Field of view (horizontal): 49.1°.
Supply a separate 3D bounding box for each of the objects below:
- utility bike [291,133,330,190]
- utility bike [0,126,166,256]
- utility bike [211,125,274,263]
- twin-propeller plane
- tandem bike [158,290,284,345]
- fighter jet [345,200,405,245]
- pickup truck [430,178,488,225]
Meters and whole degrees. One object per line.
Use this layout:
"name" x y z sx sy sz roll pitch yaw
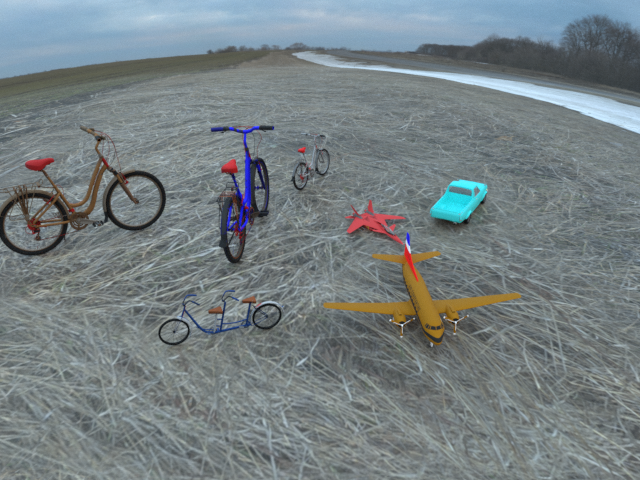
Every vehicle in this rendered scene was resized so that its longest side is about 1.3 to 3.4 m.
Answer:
"utility bike" -0.220 -1.570 13.575 0.535 0.946 1.435 15 31 26
"utility bike" -3.875 -0.833 11.179 2.791 1.839 1.039 -16 31 -28
"utility bike" -1.297 -0.871 11.254 1.039 1.839 2.791 4 28 8
"twin-propeller plane" 1.351 0.661 9.433 2.663 0.792 2.129 -3 27 -5
"tandem bike" -1.254 0.960 8.976 1.642 0.682 0.283 -8 28 -15
"fighter jet" 1.017 -0.276 11.793 1.147 0.286 1.358 -14 31 -26
"pickup truck" 2.490 -0.733 12.431 0.640 0.511 1.603 14 30 25
